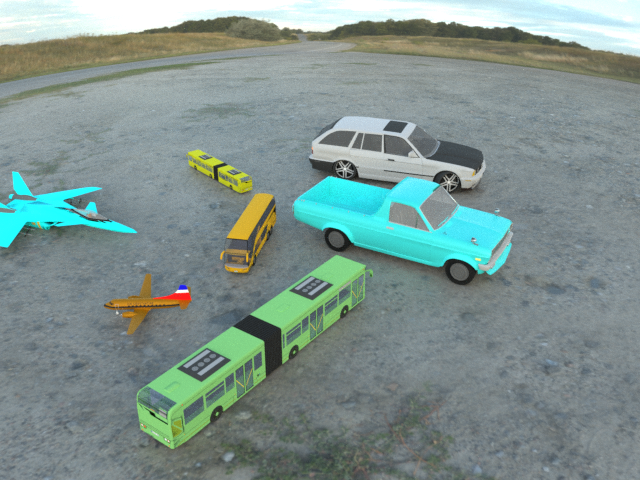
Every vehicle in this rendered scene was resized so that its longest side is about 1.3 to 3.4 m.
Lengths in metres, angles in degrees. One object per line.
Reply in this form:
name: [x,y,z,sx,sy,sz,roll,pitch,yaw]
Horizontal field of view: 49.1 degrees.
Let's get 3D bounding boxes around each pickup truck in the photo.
pickup truck: [1.171,-0.332,10.099,3.117,0.993,1.244,15,32,26]

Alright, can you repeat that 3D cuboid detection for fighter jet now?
fighter jet: [-3.979,-0.486,10.847,2.640,0.557,2.229,10,30,18]

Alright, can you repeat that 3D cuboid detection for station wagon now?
station wagon: [1.401,-1.597,12.534,3.105,0.920,1.327,9,30,17]

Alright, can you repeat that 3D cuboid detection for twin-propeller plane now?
twin-propeller plane: [-2.151,0.744,8.713,1.095,0.407,1.370,-1,28,-3]

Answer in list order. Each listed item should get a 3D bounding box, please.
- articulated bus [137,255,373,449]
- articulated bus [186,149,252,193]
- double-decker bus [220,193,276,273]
articulated bus: [-0.577,1.102,7.883,0.605,0.561,3.401,19,34,31]
articulated bus: [-1.816,-1.245,12.546,0.311,0.289,1.749,-22,35,-35]
double-decker bus: [-0.998,-0.106,10.156,0.389,0.541,1.672,5,29,10]
